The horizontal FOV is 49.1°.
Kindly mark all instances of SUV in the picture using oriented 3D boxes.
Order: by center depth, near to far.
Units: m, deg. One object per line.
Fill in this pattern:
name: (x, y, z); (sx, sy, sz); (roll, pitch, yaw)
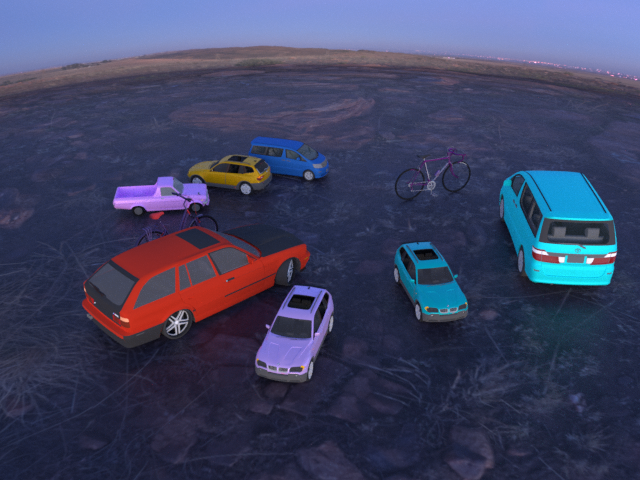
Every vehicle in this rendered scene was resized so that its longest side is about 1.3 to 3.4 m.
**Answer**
SUV: (-0.272, 1.064, 8.328); (0.656, 0.580, 1.572); (7, 28, 13)
SUV: (1.459, 0.522, 9.392); (0.656, 0.580, 1.572); (-5, 27, -10)
SUV: (-1.670, -1.258, 12.882); (1.572, 0.580, 0.656); (8, 28, 16)

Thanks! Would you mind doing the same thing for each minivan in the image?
minivan: (3.490, -0.404, 10.530); (1.324, 1.197, 3.011); (2, 27, 4)
minivan: (-0.601, -1.584, 13.482); (1.548, 0.616, 0.681); (8, 28, 16)

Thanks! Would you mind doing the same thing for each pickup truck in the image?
pickup truck: (-2.718, -0.783, 12.027); (1.603, 0.511, 0.640); (-4, 27, -7)

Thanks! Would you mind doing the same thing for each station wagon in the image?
station wagon: (-1.541, 0.354, 9.346); (3.105, 0.920, 1.327); (-23, 35, -38)

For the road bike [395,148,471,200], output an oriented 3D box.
road bike: (2.024, -1.177, 12.424); (1.545, 0.852, 0.358); (-10, 29, -20)

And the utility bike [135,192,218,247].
utility bike: (-2.174, -0.196, 10.397); (1.435, 0.946, 0.535); (-20, 33, -34)
